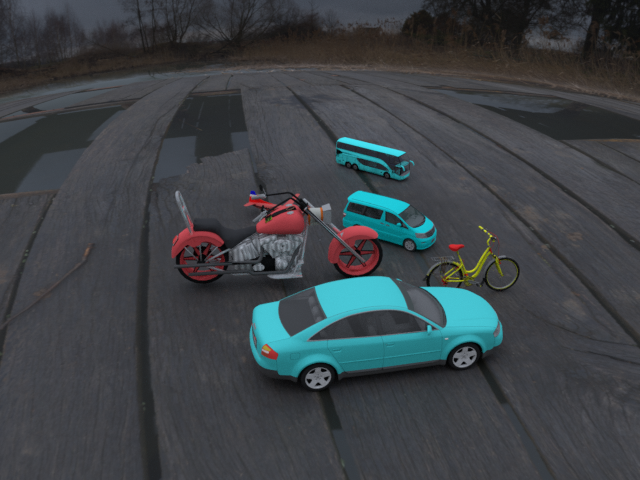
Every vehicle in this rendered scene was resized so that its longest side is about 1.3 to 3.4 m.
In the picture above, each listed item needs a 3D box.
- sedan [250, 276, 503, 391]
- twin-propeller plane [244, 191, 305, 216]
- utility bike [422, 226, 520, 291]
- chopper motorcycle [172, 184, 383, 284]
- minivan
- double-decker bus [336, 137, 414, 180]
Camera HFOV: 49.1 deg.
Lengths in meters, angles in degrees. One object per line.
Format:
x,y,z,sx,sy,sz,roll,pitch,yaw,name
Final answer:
0.712,0.995,8.538,3.137,0.940,1.235,-6,28,-11,sedan
-0.759,-0.596,12.187,1.095,0.407,1.370,12,30,21,twin-propeller plane
2.133,0.312,9.850,1.435,0.946,0.535,-4,28,-8,utility bike
-0.599,-0.072,10.010,3.040,1.480,0.906,-3,28,-6,chopper motorcycle
1.147,-0.326,11.440,1.548,0.616,0.681,16,32,28,minivan
1.068,-1.622,14.021,1.672,0.541,0.389,19,33,33,double-decker bus
